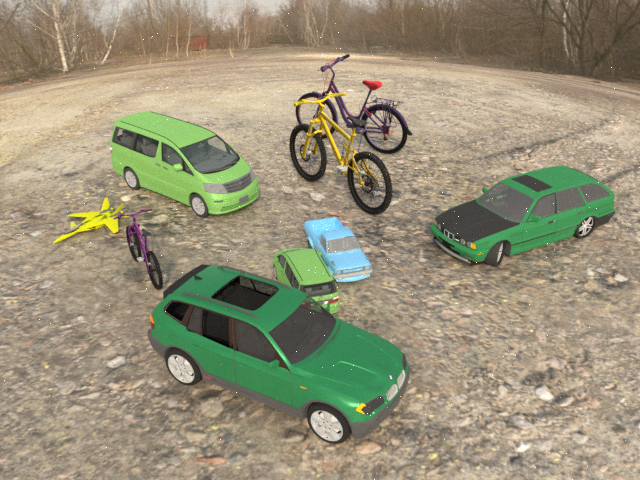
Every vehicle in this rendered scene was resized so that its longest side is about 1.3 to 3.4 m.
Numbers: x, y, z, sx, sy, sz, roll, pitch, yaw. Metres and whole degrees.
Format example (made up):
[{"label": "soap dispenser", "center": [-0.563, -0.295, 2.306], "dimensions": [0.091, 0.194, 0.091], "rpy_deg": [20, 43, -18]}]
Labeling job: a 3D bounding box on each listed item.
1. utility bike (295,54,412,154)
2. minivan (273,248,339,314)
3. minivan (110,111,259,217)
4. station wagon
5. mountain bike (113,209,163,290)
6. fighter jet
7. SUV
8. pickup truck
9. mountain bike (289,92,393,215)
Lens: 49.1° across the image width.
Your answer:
[{"label": "utility bike", "center": [0.599, -2.739, 14.337], "dimensions": [2.791, 1.839, 1.039], "rpy_deg": [16, 32, 28]}, {"label": "minivan", "center": [-0.228, 0.475, 9.635], "dimensions": [0.681, 0.616, 1.548], "rpy_deg": [-8, 29, -15]}, {"label": "minivan", "center": [-2.455, -1.409, 12.534], "dimensions": [3.011, 1.197, 1.324], "rpy_deg": [21, 35, 34]}, {"label": "station wagon", "center": [3.238, -0.479, 11.092], "dimensions": [3.105, 0.920, 1.327], "rpy_deg": [-15, 32, -26]}, {"label": "mountain bike", "center": [-2.552, 0.101, 10.066], "dimensions": [0.573, 0.868, 1.469], "rpy_deg": [-16, 32, -27]}, {"label": "fighter jet", "center": [-3.812, -0.294, 11.418], "dimensions": [1.147, 0.286, 1.358], "rpy_deg": [17, 33, 29]}, {"label": "SUV", "center": [-0.509, 1.137, 7.858], "dimensions": [3.058, 1.128, 1.276], "rpy_deg": [15, 32, 25]}, {"label": "pickup truck", "center": [0.243, 0.078, 10.486], "dimensions": [0.640, 0.511, 1.603], "rpy_deg": [-8, 29, -15]}, {"label": "mountain bike", "center": [0.303, -1.558, 12.292], "dimensions": [1.114, 1.688, 2.857], "rpy_deg": [-19, 34, -32]}]
